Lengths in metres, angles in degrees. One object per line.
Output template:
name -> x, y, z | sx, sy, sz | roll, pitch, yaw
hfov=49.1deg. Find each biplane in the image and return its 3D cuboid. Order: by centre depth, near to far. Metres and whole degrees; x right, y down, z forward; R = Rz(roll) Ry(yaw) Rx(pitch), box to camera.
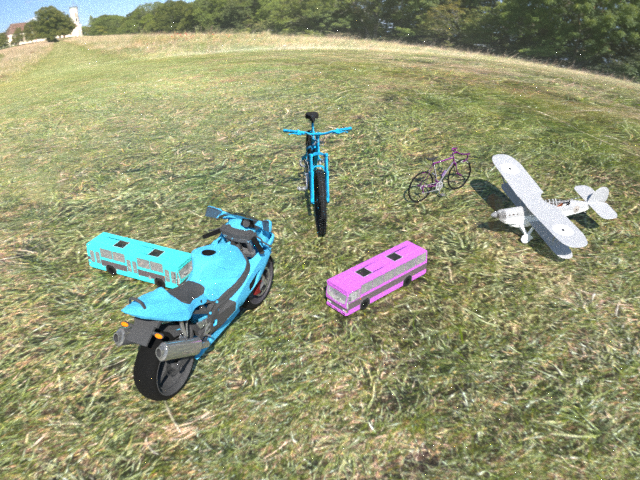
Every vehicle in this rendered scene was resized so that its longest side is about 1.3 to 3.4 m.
biplane -> 3.760, -0.484, 11.397 | 2.120, 0.981, 2.598 | -8, 31, -13

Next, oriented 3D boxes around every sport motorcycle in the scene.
sport motorcycle -> -1.376, 0.690, 8.737 | 0.983, 1.596, 2.955 | 14, 33, 23

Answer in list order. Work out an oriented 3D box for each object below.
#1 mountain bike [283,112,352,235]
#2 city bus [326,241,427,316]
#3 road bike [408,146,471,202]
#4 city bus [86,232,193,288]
mountain bike -> -0.088, -1.320, 12.140 | 1.114, 1.688, 2.857 | -3, 30, -5
city bus -> 0.841, 0.549, 10.122 | 1.674, 0.460, 0.476 | -24, 38, -35
road bike -> 2.208, -1.200, 12.770 | 1.545, 0.852, 0.358 | -19, 35, -29
city bus -> -2.686, 0.328, 10.507 | 1.674, 0.460, 0.476 | 13, 32, 21
